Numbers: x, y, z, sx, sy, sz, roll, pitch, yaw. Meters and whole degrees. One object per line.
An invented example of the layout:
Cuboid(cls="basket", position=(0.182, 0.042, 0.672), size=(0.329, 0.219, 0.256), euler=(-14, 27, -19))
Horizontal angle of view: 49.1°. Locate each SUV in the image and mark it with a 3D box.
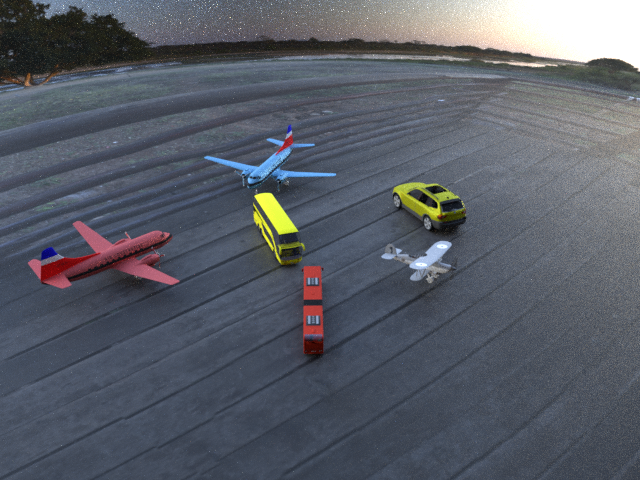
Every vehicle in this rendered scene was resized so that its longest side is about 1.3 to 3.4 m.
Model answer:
Cuboid(cls="SUV", position=(1.836, -0.670, 11.849), size=(0.656, 0.580, 1.572), euler=(-13, 30, -22))

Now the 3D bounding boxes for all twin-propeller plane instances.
Cuboid(cls="twin-propeller plane", position=(-3.011, 0.162, 10.049), size=(2.663, 0.792, 2.129), euler=(24, 36, 38))
Cuboid(cls="twin-propeller plane", position=(-0.901, -1.524, 13.239), size=(2.663, 0.792, 2.129), euler=(10, 29, 17))

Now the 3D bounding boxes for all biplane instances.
Cuboid(cls="biplane", position=(1.445, 0.300, 10.094), size=(1.090, 0.504, 1.336), euler=(14, 31, 25))

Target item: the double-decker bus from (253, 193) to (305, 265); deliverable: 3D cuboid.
Cuboid(cls="double-decker bus", position=(-0.677, -0.178, 10.959), size=(0.389, 0.541, 1.672), euler=(-9, 29, -17))

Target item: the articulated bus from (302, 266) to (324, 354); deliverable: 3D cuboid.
Cuboid(cls="articulated bus", position=(-0.090, 0.880, 9.227), size=(0.311, 0.289, 1.749), euler=(0, 28, -1))
